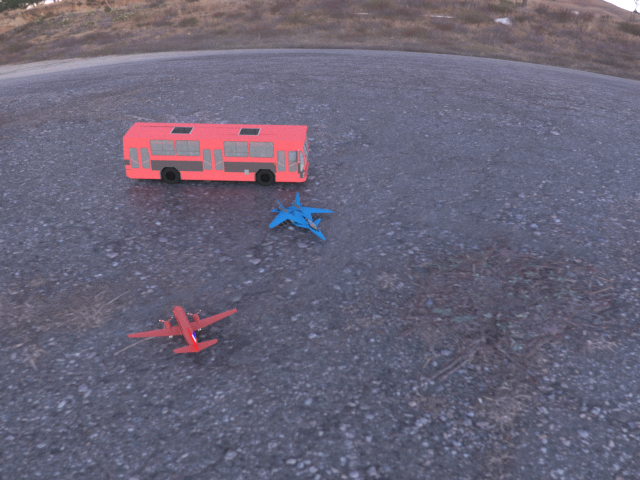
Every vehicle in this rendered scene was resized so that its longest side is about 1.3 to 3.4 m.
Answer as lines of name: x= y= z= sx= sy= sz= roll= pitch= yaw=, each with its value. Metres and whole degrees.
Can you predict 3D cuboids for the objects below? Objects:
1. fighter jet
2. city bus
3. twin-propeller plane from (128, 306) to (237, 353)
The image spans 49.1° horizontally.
fighter jet: x=-0.243 y=-0.356 z=11.224 sx=1.147 sy=0.286 sz=1.358 roll=-15 pitch=32 yaw=-25
city bus: x=-1.854 y=-1.565 z=12.770 sx=3.255 sy=0.894 sz=0.926 roll=2 pitch=29 yaw=3
twin-propeller plane: x=-1.649 y=1.042 z=8.588 sx=1.370 sy=0.407 sz=1.095 roll=-12 pitch=31 yaw=-21
